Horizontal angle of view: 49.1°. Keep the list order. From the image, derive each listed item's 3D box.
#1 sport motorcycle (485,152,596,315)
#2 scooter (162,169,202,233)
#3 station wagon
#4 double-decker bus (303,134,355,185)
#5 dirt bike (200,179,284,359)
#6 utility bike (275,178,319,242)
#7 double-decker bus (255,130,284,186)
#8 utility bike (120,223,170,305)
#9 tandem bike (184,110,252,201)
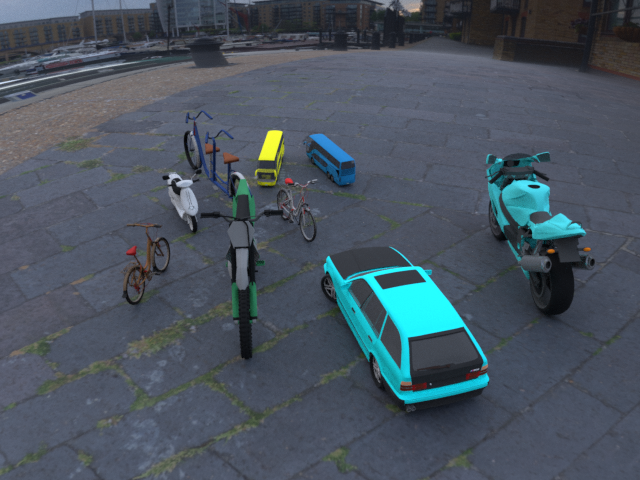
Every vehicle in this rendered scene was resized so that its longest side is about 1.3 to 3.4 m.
[{"bbox_3d":[3.027,-0.215,10.127,0.983,1.596,2.955,-3,30,-5],"label":"sport motorcycle"},{"bbox_3d":[-2.319,-0.778,11.789,0.662,0.919,1.399,-13,32,-22],"label":"scooter"},{"bbox_3d":[0.972,0.839,8.970,1.327,0.920,3.105,-9,31,-15],"label":"station wagon"},{"bbox_3d":[0.180,-1.590,13.584,0.389,0.541,1.672,-13,32,-21],"label":"double-decker bus"},{"bbox_3d":[-0.991,0.203,9.328,1.024,1.666,2.903,-2,30,-4],"label":"dirt bike"},{"bbox_3d":[-0.361,-0.615,11.479,0.535,0.946,1.435,-15,33,-25],"label":"utility bike"},{"bbox_3d":[-0.948,-1.583,13.571,0.389,0.541,1.672,2,30,3],"label":"double-decker bus"},{"bbox_3d":[-2.528,0.259,9.955,0.535,0.946,1.435,7,31,12],"label":"utility bike"},{"bbox_3d":[-1.899,-1.449,12.550,0.550,1.326,3.192,-16,33,-25],"label":"tandem bike"}]
